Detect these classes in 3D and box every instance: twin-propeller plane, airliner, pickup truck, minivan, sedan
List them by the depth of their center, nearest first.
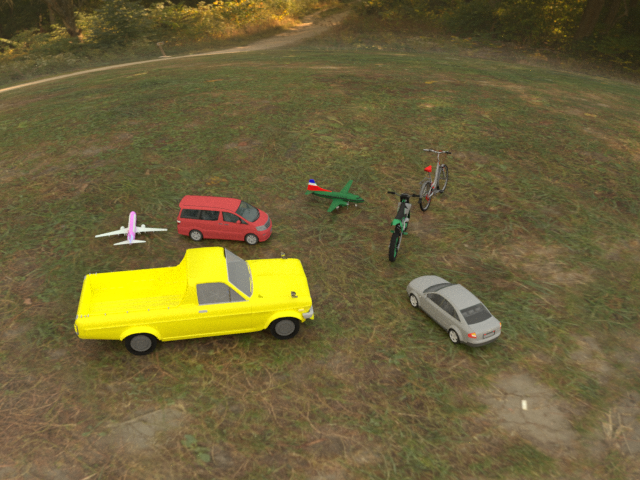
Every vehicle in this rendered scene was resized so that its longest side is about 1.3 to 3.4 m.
[{"bbox_3d":[-1.654,0.716,9.411,3.117,0.993,1.244,-5,30,-9],"label":"pickup truck"},{"bbox_3d":[1.808,0.885,9.629,0.635,0.483,1.613,-15,33,-24],"label":"sedan"},{"bbox_3d":[-1.577,-0.355,11.637,1.548,0.616,0.681,4,30,7],"label":"minivan"},{"bbox_3d":[-3.151,-0.269,11.673,1.161,0.429,1.307,-6,31,-10],"label":"airliner"},{"bbox_3d":[0.283,-0.852,12.700,1.095,0.407,1.370,10,32,16],"label":"twin-propeller plane"}]

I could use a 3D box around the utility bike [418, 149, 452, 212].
[{"bbox_3d":[2.023,-1.134,12.651,0.535,0.946,1.435,16,34,25],"label":"utility bike"}]

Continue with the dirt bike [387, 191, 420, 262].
[{"bbox_3d":[1.297,-0.304,11.307,0.527,0.857,1.493,8,31,14],"label":"dirt bike"}]
